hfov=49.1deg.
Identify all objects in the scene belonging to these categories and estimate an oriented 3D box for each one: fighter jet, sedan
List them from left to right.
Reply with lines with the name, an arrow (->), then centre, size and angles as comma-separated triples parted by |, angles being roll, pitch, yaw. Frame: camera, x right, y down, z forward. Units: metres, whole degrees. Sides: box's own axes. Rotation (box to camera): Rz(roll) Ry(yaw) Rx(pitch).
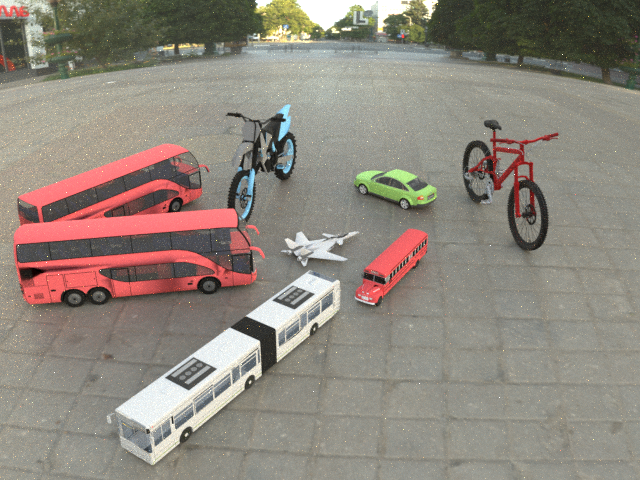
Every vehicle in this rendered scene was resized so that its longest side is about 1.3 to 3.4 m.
fighter jet -> 0.105, -0.005, 10.851 | 1.358, 0.286, 1.147 | -21, 35, -34
sedan -> 1.319, -0.985, 12.466 | 1.613, 0.483, 0.635 | 23, 36, 36

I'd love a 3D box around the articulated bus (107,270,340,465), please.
articulated bus -> -0.899, 1.318, 8.100 | 0.605, 0.561, 3.401 | 18, 33, 30

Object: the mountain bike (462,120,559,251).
mountain bike -> 2.954, -1.050, 11.315 | 1.114, 1.688, 2.857 | -6, 29, -12

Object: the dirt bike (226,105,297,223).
dirt bike -> -0.950, -1.457, 12.093 | 1.024, 1.666, 2.903 | 9, 30, 16

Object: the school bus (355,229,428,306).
school bus -> 1.034, 0.374, 9.991 | 0.365, 0.434, 1.708 | 16, 32, 27

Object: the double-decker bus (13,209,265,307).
double-decker bus -> -2.420, 0.217, 9.629 | 3.251, 1.052, 0.756 | -5, 29, -9

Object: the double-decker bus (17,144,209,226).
double-decker bus -> -3.225, -0.695, 11.326 | 0.756, 1.052, 3.251 | 20, 34, 33
